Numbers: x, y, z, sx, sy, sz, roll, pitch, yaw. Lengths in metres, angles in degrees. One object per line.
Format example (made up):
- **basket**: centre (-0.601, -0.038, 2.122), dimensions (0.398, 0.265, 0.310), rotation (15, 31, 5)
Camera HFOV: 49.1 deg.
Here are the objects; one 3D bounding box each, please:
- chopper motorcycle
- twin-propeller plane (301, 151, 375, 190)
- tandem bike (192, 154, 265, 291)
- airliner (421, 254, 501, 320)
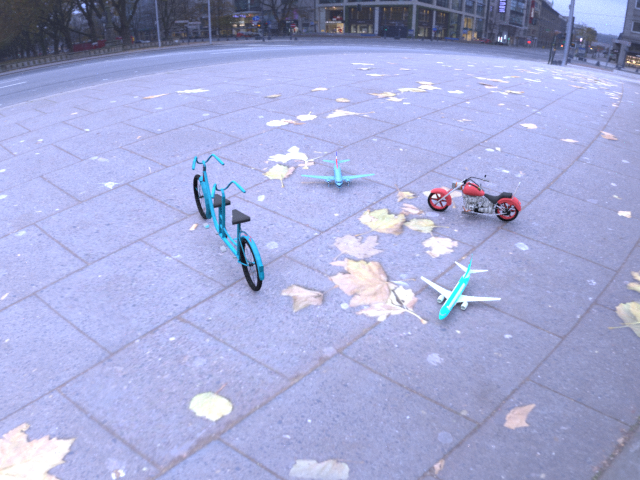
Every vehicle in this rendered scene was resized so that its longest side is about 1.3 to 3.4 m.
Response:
- **chopper motorcycle**: centre (2.602, -0.742, 11.784), dimensions (1.563, 0.761, 0.466), rotation (11, 32, 19)
- **twin-propeller plane**: centre (0.331, -1.285, 13.074), dimensions (1.370, 0.407, 1.095), rotation (-1, 30, -2)
- **tandem bike**: centre (-1.466, -0.402, 10.633), dimensions (0.550, 1.326, 3.192), rotation (-13, 33, -22)
- **airliner**: centre (1.899, 0.657, 9.698), dimensions (1.161, 0.429, 1.307), rotation (15, 33, 24)
